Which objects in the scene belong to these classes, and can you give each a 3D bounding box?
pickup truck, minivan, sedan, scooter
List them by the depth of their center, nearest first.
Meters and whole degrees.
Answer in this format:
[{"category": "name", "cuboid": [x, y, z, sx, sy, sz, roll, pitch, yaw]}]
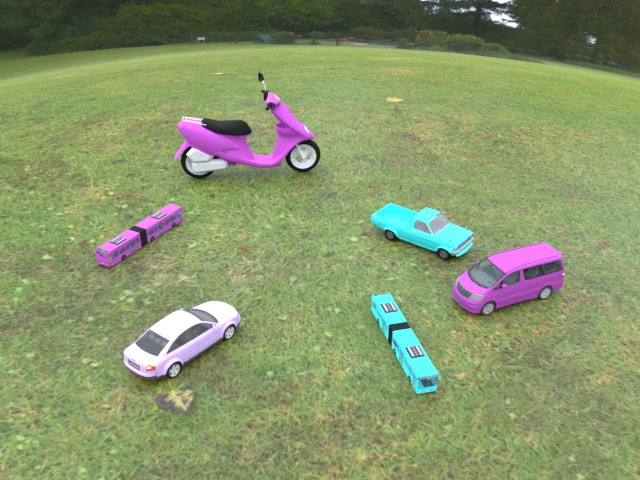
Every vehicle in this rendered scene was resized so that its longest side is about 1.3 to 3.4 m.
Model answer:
[{"category": "sedan", "cuboid": [-1.659, 1.143, 8.601, 0.635, 0.483, 1.613, 21, 36, 33]}, {"category": "minivan", "cuboid": [2.581, 0.511, 9.579, 1.548, 0.616, 0.681, -12, 32, -20]}, {"category": "pickup truck", "cuboid": [1.590, -0.209, 10.953, 1.603, 0.511, 0.640, 21, 36, 33]}, {"category": "scooter", "cuboid": [-1.335, -2.014, 12.839, 2.721, 1.786, 1.288, -4, 30, -7]}]

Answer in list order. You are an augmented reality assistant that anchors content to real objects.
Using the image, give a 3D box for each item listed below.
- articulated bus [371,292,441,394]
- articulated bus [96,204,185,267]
[{"category": "articulated bus", "cuboid": [1.012, 1.230, 8.646, 0.311, 0.289, 1.749, -7, 30, -12]}, {"category": "articulated bus", "cuboid": [-2.787, -0.096, 10.979, 0.311, 0.289, 1.749, 15, 33, 25]}]
